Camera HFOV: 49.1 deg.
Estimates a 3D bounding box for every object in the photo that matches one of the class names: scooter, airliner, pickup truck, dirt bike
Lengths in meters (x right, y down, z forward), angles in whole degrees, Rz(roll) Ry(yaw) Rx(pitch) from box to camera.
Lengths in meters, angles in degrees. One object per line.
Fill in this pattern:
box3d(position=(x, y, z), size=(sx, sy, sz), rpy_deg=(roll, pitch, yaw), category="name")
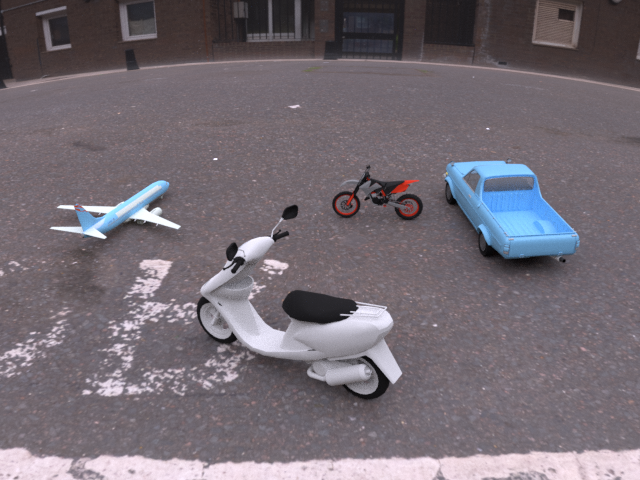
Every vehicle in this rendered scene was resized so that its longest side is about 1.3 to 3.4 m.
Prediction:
box3d(position=(-0.339, 0.700, 7.731), size=(2.721, 1.786, 1.288), rpy_deg=(16, 32, 27), category="scooter")
box3d(position=(-3.136, -0.660, 11.319), size=(2.257, 0.835, 2.541), rpy_deg=(10, 29, 18), category="airliner")
box3d(position=(2.915, -0.615, 11.065), size=(1.244, 0.993, 3.117), rpy_deg=(-3, 28, -6), category="pickup truck")
box3d(position=(0.944, -0.732, 11.432), size=(1.493, 0.857, 0.527), rpy_deg=(2, 28, 4), category="dirt bike")
